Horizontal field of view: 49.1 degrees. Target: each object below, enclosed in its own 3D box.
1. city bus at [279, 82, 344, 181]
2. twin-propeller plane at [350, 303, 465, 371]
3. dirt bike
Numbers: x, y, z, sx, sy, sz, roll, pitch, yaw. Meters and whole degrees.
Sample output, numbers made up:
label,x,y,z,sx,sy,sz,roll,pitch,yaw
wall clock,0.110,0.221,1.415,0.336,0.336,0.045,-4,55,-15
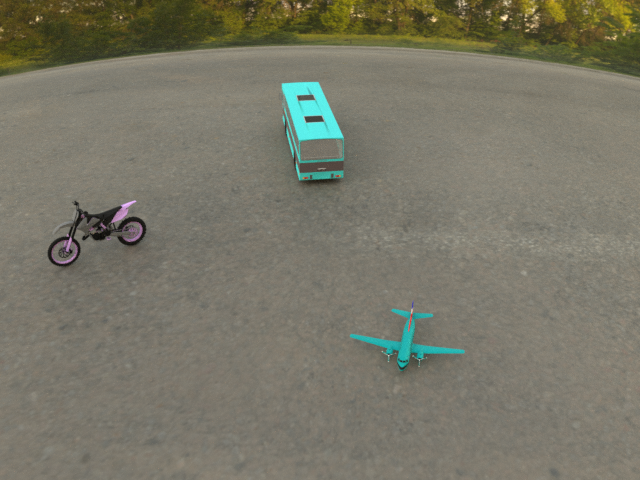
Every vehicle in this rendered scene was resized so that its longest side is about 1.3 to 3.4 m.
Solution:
label,x,y,z,sx,sy,sz,roll,pitch,yaw
city bus,-0.196,-2.150,13.646,0.926,0.894,3.255,-4,30,-7
twin-propeller plane,1.052,1.160,8.408,1.370,0.407,1.095,7,31,11
dirt bike,-3.258,-0.147,10.219,1.493,0.857,0.527,-21,36,-31
